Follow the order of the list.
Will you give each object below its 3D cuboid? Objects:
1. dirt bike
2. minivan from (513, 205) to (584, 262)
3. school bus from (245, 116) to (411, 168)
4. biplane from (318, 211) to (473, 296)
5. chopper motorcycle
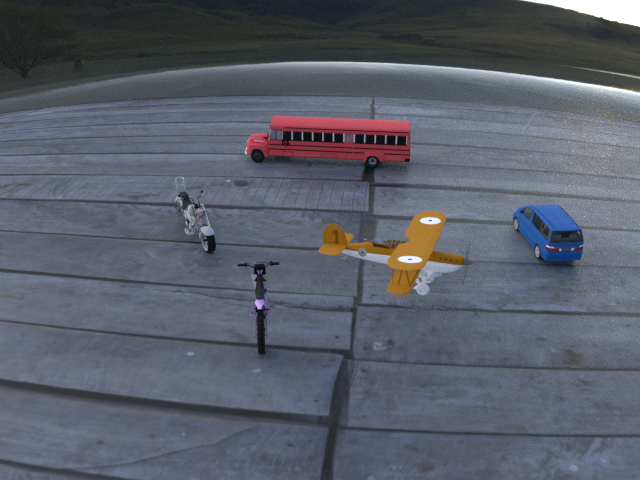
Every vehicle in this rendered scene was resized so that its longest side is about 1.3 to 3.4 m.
[{"bbox_3d":[-0.757,0.739,8.814,0.527,0.857,1.493,-2,28,-4],"label":"dirt bike"},{"bbox_3d":[3.523,-0.214,10.885,0.681,0.616,1.548,-3,28,-5],"label":"minivan"},{"bbox_3d":[0.148,-1.992,14.020,3.322,0.844,0.709,3,28,6],"label":"school bus"},{"bbox_3d":[1.061,0.172,9.760,2.120,0.981,2.598,8,29,15],"label":"biplane"},{"bbox_3d":[-1.993,-0.414,11.109,0.466,0.761,1.563,-14,31,-24],"label":"chopper motorcycle"}]
